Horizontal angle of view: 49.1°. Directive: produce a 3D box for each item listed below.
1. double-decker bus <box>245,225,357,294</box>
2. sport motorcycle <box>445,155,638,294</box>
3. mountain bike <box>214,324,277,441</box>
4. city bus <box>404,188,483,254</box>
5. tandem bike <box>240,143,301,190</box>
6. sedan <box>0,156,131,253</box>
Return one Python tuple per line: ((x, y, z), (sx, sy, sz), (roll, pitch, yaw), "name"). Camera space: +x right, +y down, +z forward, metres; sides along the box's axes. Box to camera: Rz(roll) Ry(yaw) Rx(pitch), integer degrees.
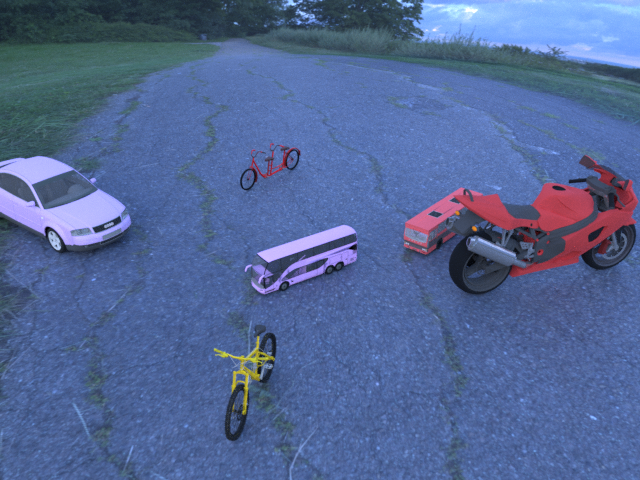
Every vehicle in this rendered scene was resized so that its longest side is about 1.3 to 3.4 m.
((-0.221, 0.272, 9.736), (1.672, 0.541, 0.389), (-18, 33, -30), "double-decker bus")
((3.061, -0.147, 9.400), (2.955, 1.596, 0.983), (-9, 30, -16), "sport motorcycle")
((-0.715, 1.383, 7.336), (0.573, 0.868, 1.469), (7, 29, 13), "mountain bike")
((1.936, -0.299, 10.878), (0.476, 0.460, 1.674), (22, 35, 34), "city bus")
((-0.883, -1.423, 12.725), (0.283, 0.682, 1.642), (21, 35, 33), "tandem bike")
((-4.306, -0.704, 11.123), (3.137, 0.940, 1.235), (20, 34, 33), "sedan")
